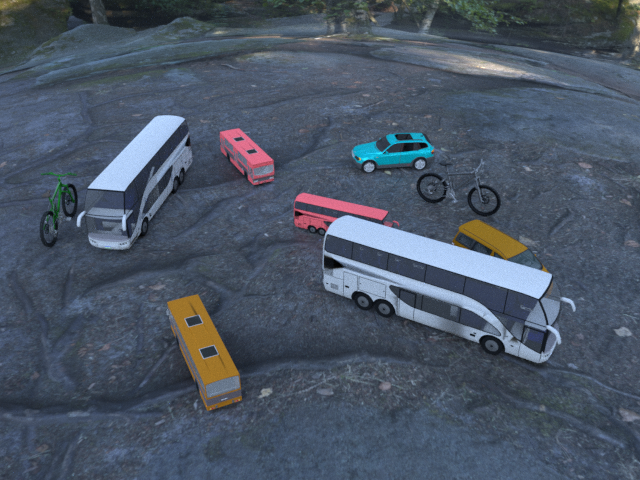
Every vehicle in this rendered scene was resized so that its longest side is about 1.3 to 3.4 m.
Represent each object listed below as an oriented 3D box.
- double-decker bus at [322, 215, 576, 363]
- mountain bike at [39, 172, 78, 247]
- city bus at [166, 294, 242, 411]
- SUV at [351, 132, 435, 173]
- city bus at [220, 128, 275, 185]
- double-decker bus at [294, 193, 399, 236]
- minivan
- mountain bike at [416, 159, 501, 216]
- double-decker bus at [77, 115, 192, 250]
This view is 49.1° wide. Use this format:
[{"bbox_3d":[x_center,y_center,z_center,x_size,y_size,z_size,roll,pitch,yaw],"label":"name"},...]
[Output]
[{"bbox_3d":[1.554,0.606,9.037,3.251,1.052,0.756,17,36,25],"label":"double-decker bus"},{"bbox_3d":[-4.138,-0.541,11.063,0.573,0.868,1.469,1,32,2],"label":"mountain bike"},{"bbox_3d":[-1.413,1.329,8.432,0.476,0.460,1.674,-14,34,-21],"label":"city bus"},{"bbox_3d":[1.375,-1.679,13.172,1.572,0.580,0.656,-4,32,-6],"label":"SUV"},{"bbox_3d":[-1.382,-1.558,13.091,0.476,0.460,1.674,-15,35,-23],"label":"city bus"},{"bbox_3d":[0.390,-0.306,10.994,1.672,0.541,0.389,14,34,21],"label":"double-decker bus"},{"bbox_3d":[2.587,0.299,9.947,0.681,0.616,1.548,-21,38,-30],"label":"minivan"},{"bbox_3d":[2.303,-0.898,11.639,1.469,0.868,0.573,16,35,24],"label":"mountain bike"},{"bbox_3d":[-2.953,-1.005,11.637,0.756,1.052,3.251,5,32,8],"label":"double-decker bus"}]
